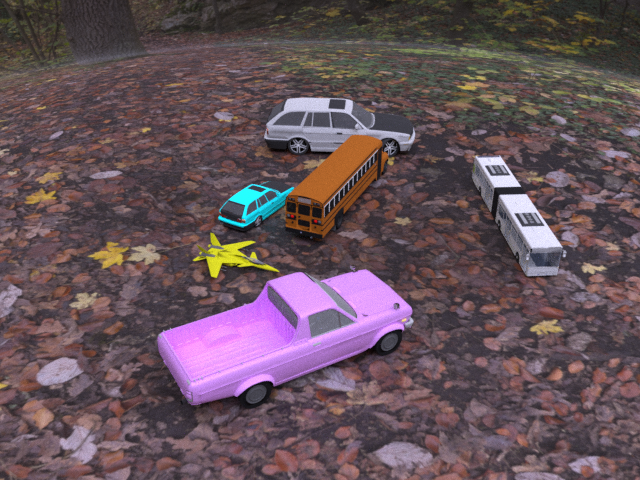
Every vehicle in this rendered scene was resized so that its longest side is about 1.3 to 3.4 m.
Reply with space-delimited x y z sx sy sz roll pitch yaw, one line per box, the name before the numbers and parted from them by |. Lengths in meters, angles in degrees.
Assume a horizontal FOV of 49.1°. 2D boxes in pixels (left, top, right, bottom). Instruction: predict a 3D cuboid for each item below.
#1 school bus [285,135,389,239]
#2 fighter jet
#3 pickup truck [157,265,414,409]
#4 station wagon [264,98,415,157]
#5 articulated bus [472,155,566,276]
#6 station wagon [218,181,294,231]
school bus | 0.411 -1.068 12.361 0.709 0.844 3.322 13 33 20
fighter jet | -1.221 0.247 10.686 1.358 0.286 1.147 14 33 22
pickup truck | -0.372 1.065 8.611 3.117 0.993 1.244 -16 34 -26
station wagon | 0.423 -2.389 14.517 3.105 0.920 1.327 2 31 4
articulated bus | 3.200 -0.510 11.695 0.605 0.561 3.401 -2 31 -3
station wagon | -1.059 -0.693 12.090 0.682 0.473 1.597 18 35 27
